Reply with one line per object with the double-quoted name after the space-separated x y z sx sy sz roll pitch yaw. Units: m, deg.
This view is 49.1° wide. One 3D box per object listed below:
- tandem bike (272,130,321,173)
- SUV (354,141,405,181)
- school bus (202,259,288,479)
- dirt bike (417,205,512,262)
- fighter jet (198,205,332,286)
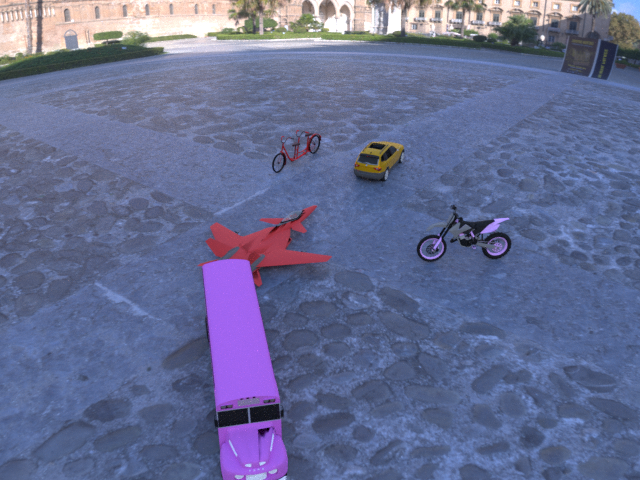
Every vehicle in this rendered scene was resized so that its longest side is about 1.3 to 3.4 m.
-0.452 -1.884 14.130 0.283 0.682 1.642 19 35 30 "tandem bike"
1.184 -1.662 13.841 0.656 0.580 1.572 12 32 21 "SUV"
-0.941 1.410 8.171 0.709 0.844 3.322 -6 30 -10 "school bus"
2.233 -0.055 10.736 1.493 0.857 0.527 -3 30 -5 "dirt bike"
-0.717 -0.190 11.277 2.229 0.557 2.640 16 33 26 "fighter jet"
